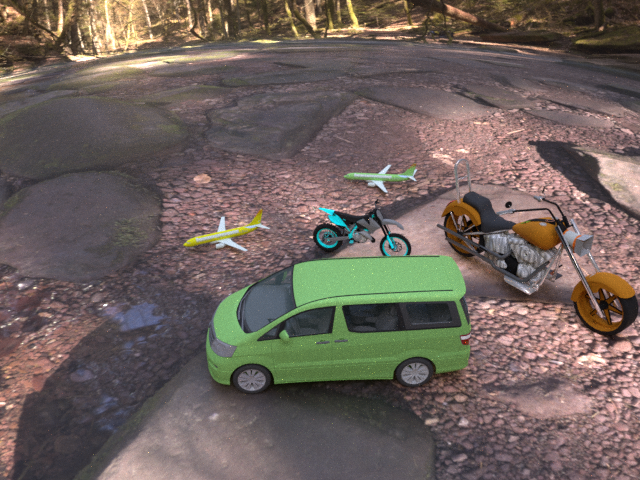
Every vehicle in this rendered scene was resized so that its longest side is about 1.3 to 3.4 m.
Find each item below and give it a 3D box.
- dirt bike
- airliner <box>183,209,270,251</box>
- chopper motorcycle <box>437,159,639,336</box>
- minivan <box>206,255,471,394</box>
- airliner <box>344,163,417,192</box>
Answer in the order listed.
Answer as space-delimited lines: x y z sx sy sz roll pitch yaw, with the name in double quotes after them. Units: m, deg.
0.609 -0.133 10.204 1.493 0.857 0.527 9 31 15 "dirt bike"
-1.455 -0.160 10.678 1.307 0.429 1.161 -13 32 -21 "airliner"
2.824 0.035 9.291 0.906 1.480 3.040 -22 36 -33 "chopper motorcycle"
0.186 0.906 8.068 3.011 1.197 1.324 -2 30 -3 "minivan"
1.073 -1.200 12.477 1.307 0.429 1.161 4 30 7 "airliner"
